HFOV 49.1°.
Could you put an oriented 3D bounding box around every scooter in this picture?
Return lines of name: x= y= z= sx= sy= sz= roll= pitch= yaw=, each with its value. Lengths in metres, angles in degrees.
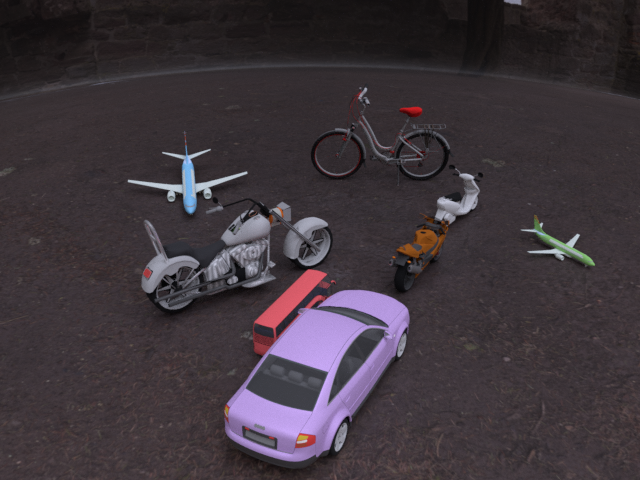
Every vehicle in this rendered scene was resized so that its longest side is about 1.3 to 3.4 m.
scooter: x=2.394 y=-0.751 z=12.056 sx=0.662 sy=0.919 sz=1.399 roll=21 pitch=34 yaw=35

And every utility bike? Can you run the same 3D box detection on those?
utility bike: x=1.211 y=-1.943 z=13.350 sx=2.791 sy=1.839 sz=1.039 roll=1 pitch=27 yaw=1

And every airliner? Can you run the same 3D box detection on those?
airliner: x=-2.473 y=-1.250 z=13.107 sx=2.257 sy=0.835 sz=2.541 roll=-5 pitch=28 yaw=-10
airliner: x=3.840 y=0.023 z=11.097 sx=1.161 sy=0.429 sz=1.307 roll=-16 pitch=31 yaw=-28

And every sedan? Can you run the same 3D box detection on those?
sedan: x=0.100 y=1.322 z=8.045 sx=1.235 sy=0.940 sz=3.137 roll=13 pitch=30 yaw=24

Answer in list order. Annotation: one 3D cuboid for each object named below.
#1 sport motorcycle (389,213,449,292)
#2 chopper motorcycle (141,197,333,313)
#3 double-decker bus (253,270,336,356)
sport motorcycle: x=1.499 y=0.172 z=10.387 sx=0.506 sy=0.821 sz=1.520 roll=17 pitch=32 yaw=29
chopper motorcycle: x=-1.088 y=0.049 z=9.910 sx=3.040 sy=1.480 sz=0.906 roll=-19 pitch=33 yaw=-32
double-decker bus: x=-0.322 y=0.926 z=9.239 sx=0.389 sy=0.541 sz=1.672 roll=13 pitch=30 yaw=23
